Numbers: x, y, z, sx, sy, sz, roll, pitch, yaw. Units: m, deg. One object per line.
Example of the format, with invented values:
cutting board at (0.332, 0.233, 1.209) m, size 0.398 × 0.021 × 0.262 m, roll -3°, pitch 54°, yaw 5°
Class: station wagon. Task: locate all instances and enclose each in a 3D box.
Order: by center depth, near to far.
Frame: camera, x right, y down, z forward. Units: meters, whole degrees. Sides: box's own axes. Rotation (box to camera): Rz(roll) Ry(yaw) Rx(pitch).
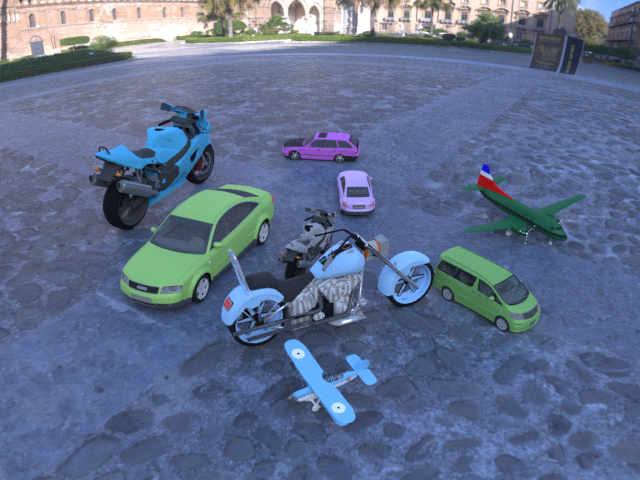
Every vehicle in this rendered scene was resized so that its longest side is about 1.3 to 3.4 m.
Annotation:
station wagon at (0.023, -1.945, 14.416) m, size 1.597 × 0.473 × 0.682 m, roll 4°, pitch 30°, yaw 7°

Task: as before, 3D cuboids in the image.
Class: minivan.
minivan at (2.293, 0.662, 9.635) m, size 0.681 × 0.616 × 1.548 m, roll -23°, pitch 36°, yaw -34°

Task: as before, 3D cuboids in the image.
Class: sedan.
sedan at (-1.784, -0.074, 10.612) m, size 1.235 × 0.940 × 3.137 m, roll 12°, pitch 32°, yaw 21°
sedan at (0.638, -0.935, 12.610) m, size 0.635 × 0.483 × 1.613 m, roll -1°, pitch 29°, yaw -2°

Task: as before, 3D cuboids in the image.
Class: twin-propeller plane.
twin-propeller plane at (3.330, -0.585, 11.673) m, size 2.663 × 0.792 × 2.129 m, roll -16°, pitch 33°, yaw -26°

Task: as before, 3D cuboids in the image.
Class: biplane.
biplane at (0.121, 1.646, 7.998) m, size 1.090 × 0.504 × 1.336 m, roll -16°, pitch 33°, yaw -27°

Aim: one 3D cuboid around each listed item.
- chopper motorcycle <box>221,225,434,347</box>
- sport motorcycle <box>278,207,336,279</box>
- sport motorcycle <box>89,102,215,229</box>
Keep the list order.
chopper motorcycle at (0.178, 0.478, 9.079) m, size 3.040 × 1.480 × 0.906 m, roll -13°, pitch 32°, yaw -23°
sport motorcycle at (-0.150, 0.077, 10.466) m, size 0.506 × 0.821 × 1.520 m, roll 12°, pitch 32°, yaw 21°
sport motorcycle at (-2.773, -1.347, 12.206) m, size 0.983 × 1.596 × 2.955 m, roll 14°, pitch 32°, yaw 24°
